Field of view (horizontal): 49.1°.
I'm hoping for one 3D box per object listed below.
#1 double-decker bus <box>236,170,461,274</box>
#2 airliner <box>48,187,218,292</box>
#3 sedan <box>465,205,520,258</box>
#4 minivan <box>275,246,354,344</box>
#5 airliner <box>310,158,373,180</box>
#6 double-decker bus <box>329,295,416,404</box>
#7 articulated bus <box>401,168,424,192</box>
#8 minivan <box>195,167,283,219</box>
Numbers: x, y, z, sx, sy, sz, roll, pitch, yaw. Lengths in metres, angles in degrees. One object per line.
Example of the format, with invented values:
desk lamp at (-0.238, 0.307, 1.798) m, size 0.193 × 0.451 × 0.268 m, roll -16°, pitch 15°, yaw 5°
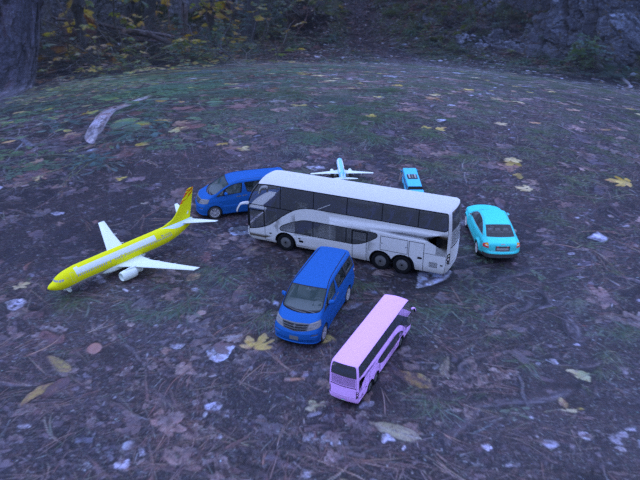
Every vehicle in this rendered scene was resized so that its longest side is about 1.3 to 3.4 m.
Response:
double-decker bus at (0.394, -0.297, 10.167) m, size 3.251 × 1.052 × 0.756 m, roll 11°, pitch 29°, yaw 20°
airliner at (-2.705, -0.010, 9.841) m, size 2.257 × 0.835 × 2.541 m, roll 21°, pitch 34°, yaw 36°
sedan at (2.602, -0.219, 10.642) m, size 0.635 × 0.483 × 1.613 m, roll 0°, pitch 27°, yaw 0°
minivan at (-0.046, 0.668, 8.746) m, size 0.681 × 0.616 × 1.548 m, roll 9°, pitch 28°, yaw 17°
airliner at (0.398, -1.381, 12.993) m, size 1.161 × 0.429 × 1.307 m, roll -1°, pitch 27°, yaw -2°
double-decker bus at (0.610, 1.159, 7.860) m, size 0.389 × 0.541 × 1.672 m, roll 13°, pitch 30°, yaw 24°
articulated bus at (1.627, -0.811, 12.024) m, size 0.311 × 0.289 × 1.749 m, roll 0°, pitch 27°, yaw 0°
minivan at (-1.301, -0.805, 11.651) m, size 1.548 × 0.616 × 0.681 m, roll -7°, pitch 28°, yaw -14°
